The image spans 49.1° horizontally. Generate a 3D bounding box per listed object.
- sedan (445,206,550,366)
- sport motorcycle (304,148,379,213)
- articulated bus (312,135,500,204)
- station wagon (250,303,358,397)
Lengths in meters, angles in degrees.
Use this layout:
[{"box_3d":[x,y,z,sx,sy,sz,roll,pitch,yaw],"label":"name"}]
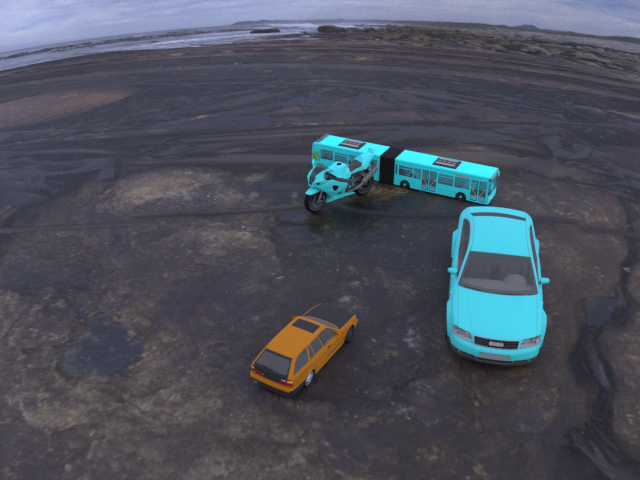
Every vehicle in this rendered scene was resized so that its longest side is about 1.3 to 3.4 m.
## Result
[{"box_3d":[2.294,0.393,9.123,1.235,0.940,3.137,6,30,10],"label":"sedan"},{"box_3d":[0.342,-0.995,11.660,1.520,0.821,0.506,-22,37,-33],"label":"sport motorcycle"},{"box_3d":[1.454,-1.279,12.415,3.401,0.561,0.605,15,33,24],"label":"articulated bus"},{"box_3d":[-0.145,1.175,8.230,0.682,0.473,1.597,17,34,27],"label":"station wagon"}]
